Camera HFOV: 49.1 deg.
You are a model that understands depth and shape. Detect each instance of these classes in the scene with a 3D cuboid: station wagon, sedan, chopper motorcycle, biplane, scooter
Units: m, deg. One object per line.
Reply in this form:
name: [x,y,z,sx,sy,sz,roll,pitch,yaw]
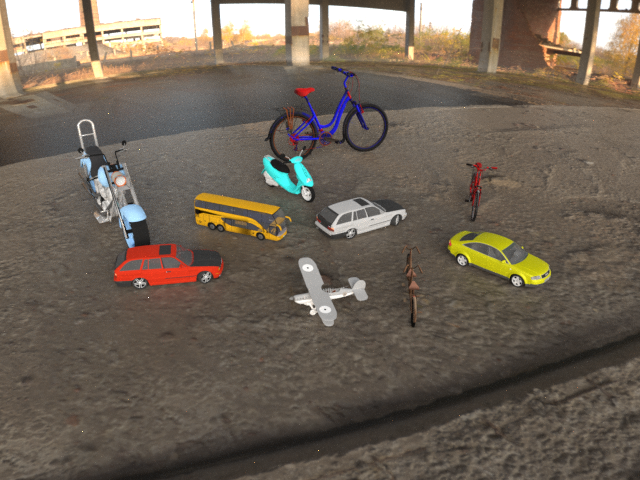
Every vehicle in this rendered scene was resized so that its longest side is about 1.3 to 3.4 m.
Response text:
station wagon: [0.723,-0.444,11.900,1.597,0.473,0.682,-16,32,-27]
station wagon: [-2.246,0.344,10.423,1.597,0.473,0.682,-4,28,-8]
sedan: [2.716,0.230,10.625,1.613,0.483,0.635,23,36,36]
chopper motorcycle: [-3.510,-0.945,11.770,0.906,1.480,3.040,-16,32,-27]
biplane: [0.113,0.753,9.622,1.090,0.504,1.336,-8,29,-14]
scooter: [-0.601,-1.279,12.993,1.399,0.919,0.662,25,37,38]

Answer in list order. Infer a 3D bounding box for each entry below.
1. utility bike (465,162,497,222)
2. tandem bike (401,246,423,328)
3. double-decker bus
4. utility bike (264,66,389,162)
utility bike: [2.801,-0.963,12.372,0.535,0.946,1.435,4,28,8]
tandem bike: [1.276,0.570,9.777,0.283,0.682,1.642,2,28,3]
double-decker bus: [-1.314,-0.383,11.713,1.672,0.541,0.389,11,30,20]
utility bike: [0.133,-2.636,14.560,2.791,1.839,1.039,-10,30,-19]
